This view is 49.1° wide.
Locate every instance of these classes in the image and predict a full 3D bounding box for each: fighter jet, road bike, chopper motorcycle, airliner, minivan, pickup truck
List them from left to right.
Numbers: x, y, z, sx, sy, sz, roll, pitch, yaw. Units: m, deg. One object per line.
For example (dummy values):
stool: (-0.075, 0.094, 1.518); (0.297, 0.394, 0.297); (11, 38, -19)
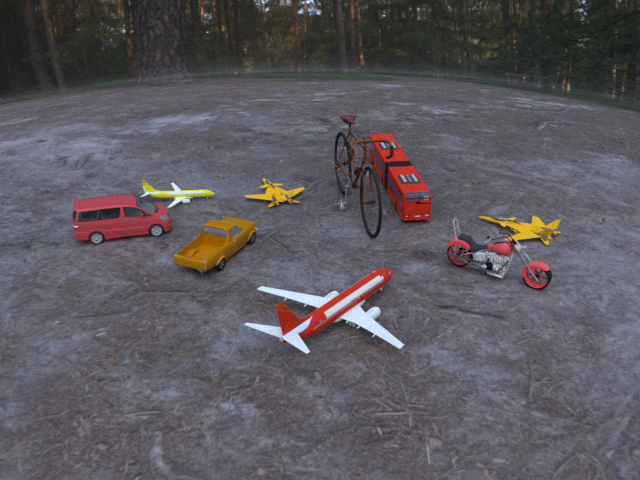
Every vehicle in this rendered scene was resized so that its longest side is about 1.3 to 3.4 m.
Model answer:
minivan: (-3.213, -0.382, 11.372); (1.548, 0.616, 0.681); (-8, 27, -16)
airliner: (-2.562, -0.914, 12.659); (1.307, 0.429, 1.161); (-3, 27, -7)
pickup truck: (-1.565, 0.013, 10.693); (0.640, 0.511, 1.603); (11, 28, 21)
fighter jet: (-0.868, -0.991, 12.974); (1.147, 0.286, 1.358); (-10, 28, -18)
airliner: (0.248, 0.684, 8.970); (2.257, 0.835, 2.541); (19, 32, 33)
road bike: (0.611, -1.222, 11.897); (0.696, 1.656, 3.004); (-6, 27, -11)
chopper motorcycle: (2.555, 0.195, 10.042); (1.563, 0.761, 0.466); (16, 30, 29)
fighter jet: (3.238, -0.292, 11.562); (1.358, 0.286, 1.147); (19, 32, 33)

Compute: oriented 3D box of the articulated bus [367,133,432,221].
articulated bus: (1.446, -1.266, 13.222); (0.605, 0.561, 3.401); (-3, 26, -6)
